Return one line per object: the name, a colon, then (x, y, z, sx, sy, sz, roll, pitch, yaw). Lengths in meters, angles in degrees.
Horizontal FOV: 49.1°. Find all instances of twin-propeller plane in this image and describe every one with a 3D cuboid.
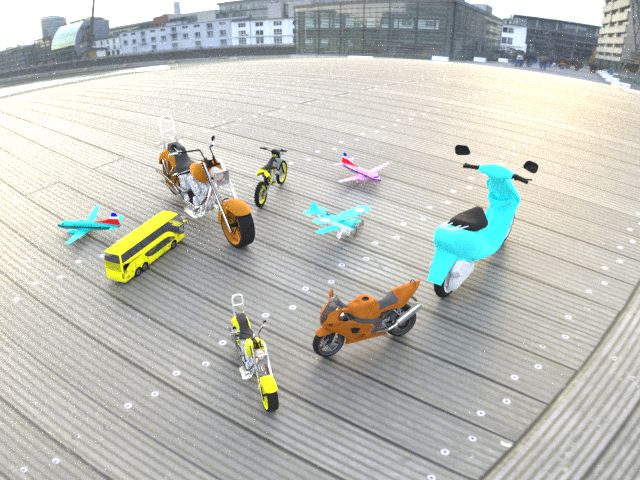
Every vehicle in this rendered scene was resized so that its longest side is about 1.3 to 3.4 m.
twin-propeller plane: (-3.853, -0.289, 11.649, 1.095, 0.407, 1.370, 2, 29, 4)
twin-propeller plane: (0.797, -1.378, 13.614, 1.370, 0.407, 1.095, -23, 37, -35)

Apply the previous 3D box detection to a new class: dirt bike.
dirt bike: (-0.903, -1.225, 12.874, 0.527, 0.857, 1.493, 9, 30, 16)

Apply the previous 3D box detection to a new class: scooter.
scooter: (2.365, -0.350, 10.337, 1.288, 1.786, 2.721, 20, 34, 31)

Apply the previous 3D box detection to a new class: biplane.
biplane: (0.250, -0.347, 11.653, 1.090, 0.504, 1.336, 24, 37, 36)

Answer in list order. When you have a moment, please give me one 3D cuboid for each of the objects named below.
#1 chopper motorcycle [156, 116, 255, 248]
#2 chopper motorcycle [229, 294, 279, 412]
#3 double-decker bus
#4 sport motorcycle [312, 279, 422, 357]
chopper motorcycle: (-1.996, -1.032, 11.883, 0.906, 1.480, 3.040, -19, 34, -30)
chopper motorcycle: (-0.796, 1.325, 8.371, 0.466, 0.761, 1.563, -10, 31, -18)
double-decker bus: (-2.681, 0.061, 10.880, 0.389, 0.541, 1.672, 12, 31, 21)
sport motorcycle: (0.599, 0.992, 8.910, 1.520, 0.821, 0.506, -13, 32, -22)
